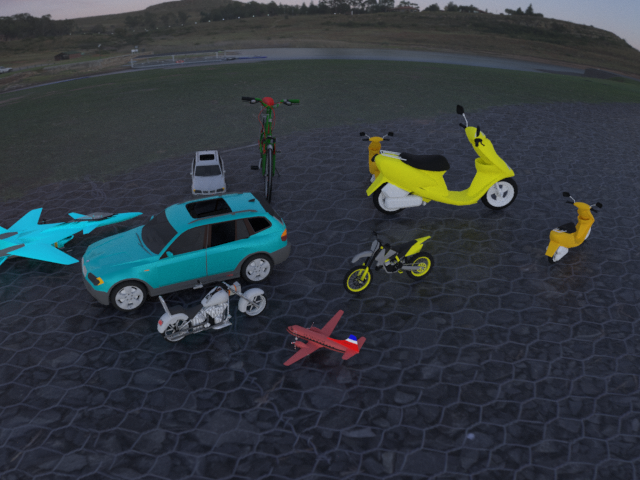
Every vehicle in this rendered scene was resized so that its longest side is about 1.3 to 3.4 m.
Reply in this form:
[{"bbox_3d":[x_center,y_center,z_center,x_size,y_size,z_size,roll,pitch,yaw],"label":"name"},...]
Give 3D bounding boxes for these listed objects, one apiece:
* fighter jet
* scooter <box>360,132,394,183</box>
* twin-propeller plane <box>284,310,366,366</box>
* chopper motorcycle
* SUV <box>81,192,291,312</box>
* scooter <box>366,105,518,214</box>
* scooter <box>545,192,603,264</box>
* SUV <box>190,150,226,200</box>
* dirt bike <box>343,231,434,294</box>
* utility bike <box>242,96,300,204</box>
[{"bbox_3d":[-4.212,-0.271,11.560,2.640,0.557,2.229,-18,33,-29],"label":"fighter jet"},{"bbox_3d":[1.096,-1.604,13.601,0.662,0.919,1.399,0,29,0],"label":"scooter"},{"bbox_3d":[0.021,1.241,8.976,1.095,0.407,1.370,17,33,28],"label":"twin-propeller plane"},{"bbox_3d":[-1.413,0.862,9.296,1.563,0.761,0.466,-18,33,-29],"label":"chopper motorcycle"},{"bbox_3d":[-1.964,0.066,10.360,3.058,1.128,1.276,-12,31,-20],"label":"SUV"},{"bbox_3d":[2.177,-1.289,12.133,2.721,1.786,1.288,-3,29,-5],"label":"scooter"},{"bbox_3d":[3.999,-0.208,11.072,0.662,0.919,1.399,26,38,38],"label":"scooter"},{"bbox_3d":[-2.125,-1.247,13.304,0.656,0.580,1.572,-4,29,-8],"label":"SUV"},{"bbox_3d":[1.026,0.316,10.186,1.493,0.857,0.527,-12,31,-20],"label":"dirt bike"},{"bbox_3d":[-0.919,-1.938,13.253,1.039,1.839,2.791,-3,29,-5],"label":"utility bike"}]
